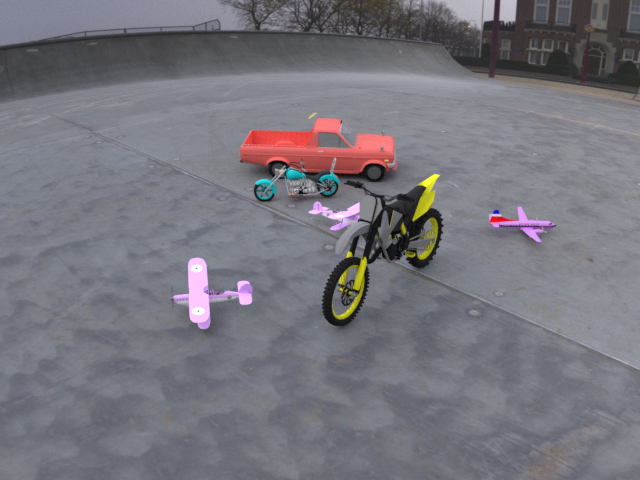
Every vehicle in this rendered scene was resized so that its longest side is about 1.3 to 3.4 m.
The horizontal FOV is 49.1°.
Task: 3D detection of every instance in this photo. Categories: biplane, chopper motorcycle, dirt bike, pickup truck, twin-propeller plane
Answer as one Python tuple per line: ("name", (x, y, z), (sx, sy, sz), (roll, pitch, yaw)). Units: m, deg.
("biplane", (-1.421, 0.747, 9.159), (1.090, 0.504, 1.336), (-4, 26, -9))
("chopper motorcycle", (-0.419, -1.094, 12.642), (1.563, 0.761, 0.466), (-3, 26, -6))
("dirt bike", (0.946, -0.019, 9.406), (1.024, 1.666, 2.903), (18, 31, 33))
("biplane", (0.369, -0.395, 11.502), (1.090, 0.504, 1.336), (14, 29, 26))
("pickup truck", (-0.006, -1.859, 13.948), (3.117, 0.993, 1.244), (2, 26, 5))
("twin-propeller plane", (3.315, -0.299, 11.416), (1.095, 0.407, 1.370), (1, 26, 2))
